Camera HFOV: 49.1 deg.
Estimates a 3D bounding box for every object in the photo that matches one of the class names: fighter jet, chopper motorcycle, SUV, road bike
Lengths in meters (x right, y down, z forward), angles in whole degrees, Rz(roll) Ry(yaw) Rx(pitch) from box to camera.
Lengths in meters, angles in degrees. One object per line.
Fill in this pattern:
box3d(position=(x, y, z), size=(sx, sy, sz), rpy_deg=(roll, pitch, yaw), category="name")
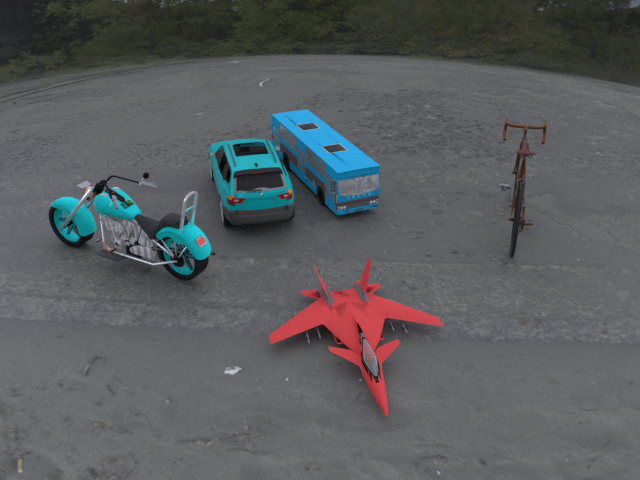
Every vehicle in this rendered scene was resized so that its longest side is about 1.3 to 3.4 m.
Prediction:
box3d(position=(0.504, 1.132, 8.674), size=(2.229, 0.557, 2.640), rpy_deg=(-5, 29, -8), category="fighter jet")
box3d(position=(-2.908, -0.322, 10.349), size=(3.040, 1.480, 0.906), rpy_deg=(15, 32, 25), category="chopper motorcycle")
box3d(position=(-1.259, -1.240, 12.368), size=(1.276, 1.128, 3.058), rpy_deg=(-7, 30, -12), category="SUV")
box3d(position=(3.223, -0.953, 11.305), size=(0.696, 1.656, 3.004), rpy_deg=(7, 30, 13), category="road bike")

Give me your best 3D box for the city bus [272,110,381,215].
box3d(position=(0.018, -1.495, 13.071), size=(0.926, 0.894, 3.255), rpy_deg=(-12, 31, -20), category="city bus")
